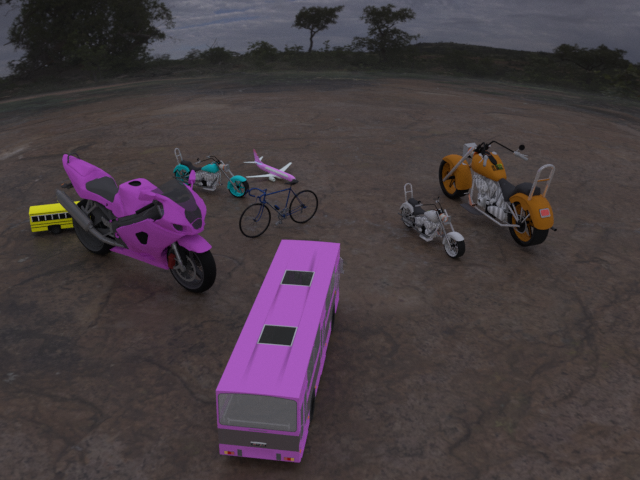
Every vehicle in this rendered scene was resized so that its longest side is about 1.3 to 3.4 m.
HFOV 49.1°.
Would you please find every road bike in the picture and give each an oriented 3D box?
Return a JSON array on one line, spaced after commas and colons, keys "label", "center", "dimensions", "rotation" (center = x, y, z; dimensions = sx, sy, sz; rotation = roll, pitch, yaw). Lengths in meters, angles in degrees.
[{"label": "road bike", "center": [-0.656, -0.548, 11.435], "dimensions": [1.545, 0.852, 0.358], "rotation": [-18, 31, -32]}]

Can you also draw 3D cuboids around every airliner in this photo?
[{"label": "airliner", "center": [-0.899, -1.429, 13.704], "dimensions": [1.161, 0.429, 1.307], "rotation": [-23, 34, -39]}]

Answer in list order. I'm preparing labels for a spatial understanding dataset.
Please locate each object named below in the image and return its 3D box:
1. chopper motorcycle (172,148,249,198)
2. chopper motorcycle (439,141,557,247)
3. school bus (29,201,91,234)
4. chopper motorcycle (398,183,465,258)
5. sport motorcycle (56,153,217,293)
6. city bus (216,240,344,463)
[{"label": "chopper motorcycle", "center": [-2.037, -1.244, 12.954], "dimensions": [1.563, 0.761, 0.466], "rotation": [11, 28, 21]}, {"label": "chopper motorcycle", "center": [2.850, -0.997, 11.636], "dimensions": [0.906, 1.480, 3.040], "rotation": [-9, 28, -18]}, {"label": "school bus", "center": [-3.906, -0.420, 11.646], "dimensions": [1.708, 0.434, 0.365], "rotation": [-7, 27, -15]}, {"label": "chopper motorcycle", "center": [1.766, -0.315, 11.063], "dimensions": [0.466, 0.761, 1.563], "rotation": [-13, 29, -25]}, {"label": "sport motorcycle", "center": [-2.629, -0.275, 10.035], "dimensions": [2.955, 1.596, 0.983], "rotation": [18, 31, 31]}, {"label": "city bus", "center": [-0.348, 1.113, 8.008], "dimensions": [0.926, 0.894, 3.255], "rotation": [4, 26, 7]}]
